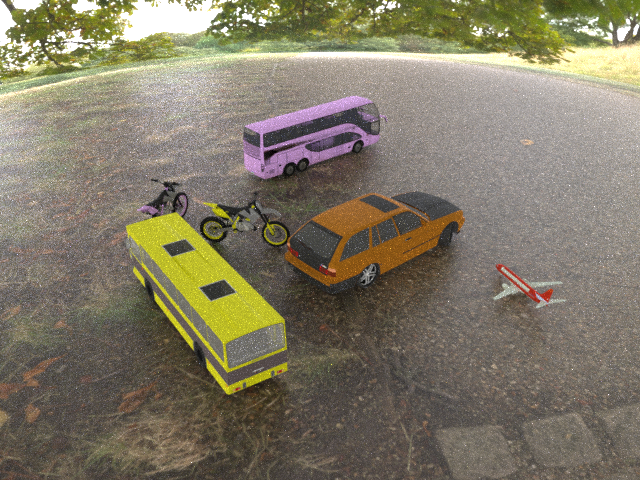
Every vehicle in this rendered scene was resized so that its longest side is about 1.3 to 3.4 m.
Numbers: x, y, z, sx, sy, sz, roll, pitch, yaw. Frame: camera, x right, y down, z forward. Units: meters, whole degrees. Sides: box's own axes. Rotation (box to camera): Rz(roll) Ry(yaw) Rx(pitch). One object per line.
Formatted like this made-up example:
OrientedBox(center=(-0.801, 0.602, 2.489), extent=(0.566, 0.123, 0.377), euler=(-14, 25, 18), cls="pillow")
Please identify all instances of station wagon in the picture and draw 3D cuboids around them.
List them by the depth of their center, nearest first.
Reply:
OrientedBox(center=(0.954, -0.192, 10.899), extent=(3.105, 0.920, 1.327), euler=(-23, 37, -35), cls="station wagon")

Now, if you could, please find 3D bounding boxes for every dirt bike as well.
OrientedBox(center=(-1.211, -0.302, 11.155), extent=(1.493, 0.857, 0.527), euler=(5, 30, 8), cls="dirt bike")
OrientedBox(center=(-2.596, -0.518, 11.531), extent=(0.527, 0.857, 1.493), euler=(11, 32, 18), cls="dirt bike")

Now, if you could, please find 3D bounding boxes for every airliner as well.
OrientedBox(center=(2.919, 0.573, 10.057), extent=(1.161, 0.429, 1.307), euler=(-11, 32, -19), cls="airliner")

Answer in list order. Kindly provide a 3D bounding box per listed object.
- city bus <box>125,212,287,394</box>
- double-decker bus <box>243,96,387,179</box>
OrientedBox(center=(-1.597, 0.740, 9.298), extent=(0.926, 0.894, 3.255), euler=(-18, 34, -28), cls="city bus")
OrientedBox(center=(-0.061, -2.120, 14.129), extent=(3.251, 1.052, 0.756), euler=(-23, 37, -34), cls="double-decker bus")
